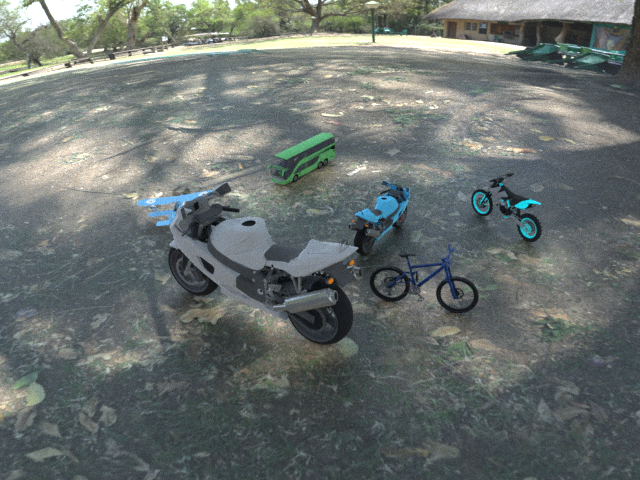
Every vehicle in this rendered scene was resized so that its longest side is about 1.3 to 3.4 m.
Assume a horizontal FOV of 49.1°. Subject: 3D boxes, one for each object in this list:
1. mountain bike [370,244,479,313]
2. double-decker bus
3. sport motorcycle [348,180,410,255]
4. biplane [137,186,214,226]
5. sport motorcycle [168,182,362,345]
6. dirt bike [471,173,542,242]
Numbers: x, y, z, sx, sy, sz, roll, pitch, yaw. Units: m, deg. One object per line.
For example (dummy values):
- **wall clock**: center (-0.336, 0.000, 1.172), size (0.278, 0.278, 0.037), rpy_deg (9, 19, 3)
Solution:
- **mountain bike**: center (1.381, 0.528, 9.305), size (1.469, 0.868, 0.573), rpy_deg (9, 31, 15)
- **double-decker bus**: center (-0.320, -1.536, 13.250), size (0.389, 0.541, 1.672), rpy_deg (21, 36, 32)
- **sport motorcycle**: center (0.971, -0.362, 10.911), size (0.506, 0.821, 1.520), rpy_deg (19, 35, 30)
- **biplane**: center (-2.361, -0.491, 11.456), size (1.336, 0.504, 1.090), rpy_deg (0, 30, 1)
- **sport motorcycle**: center (-0.830, 0.322, 8.931), size (2.955, 1.596, 0.983), rpy_deg (17, 34, 27)
- **dirt bike**: center (2.988, -0.573, 11.244), size (0.527, 0.857, 1.493), rpy_deg (-18, 34, -29)
